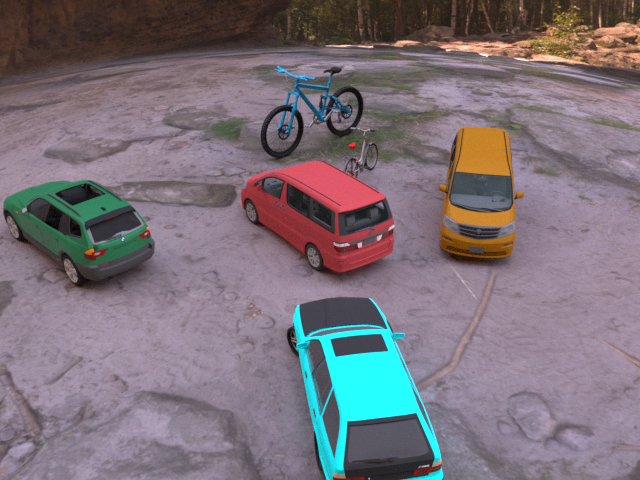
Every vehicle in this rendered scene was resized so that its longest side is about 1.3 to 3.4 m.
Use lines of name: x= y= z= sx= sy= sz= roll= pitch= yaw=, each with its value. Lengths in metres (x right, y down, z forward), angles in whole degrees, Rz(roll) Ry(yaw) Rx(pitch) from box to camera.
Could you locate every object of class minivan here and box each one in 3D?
minivan: x=-0.142 y=-0.578 z=11.211 sx=1.324 sy=1.197 sz=3.011 roll=-20 pitch=35 yaw=-30
minivan: x=2.664 y=-0.853 z=11.691 sx=1.324 sy=1.197 sz=3.011 roll=6 pitch=30 yaw=10

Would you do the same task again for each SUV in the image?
SUV: x=-3.826 y=-0.353 z=10.889 sx=3.058 sy=1.128 sz=1.276 roll=26 pitch=39 yaw=37

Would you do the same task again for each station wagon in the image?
station wagon: x=0.413 y=1.491 z=7.883 sx=1.327 sy=0.920 sz=3.105 roll=-5 pitch=30 yaw=-8

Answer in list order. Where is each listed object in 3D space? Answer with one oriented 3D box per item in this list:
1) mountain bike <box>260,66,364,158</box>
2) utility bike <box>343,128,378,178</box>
mountain bike: x=-0.113 y=-2.750 z=14.504 sx=2.857 sy=1.688 sz=1.114 roll=-25 pitch=38 yaw=-36
utility bike: x=0.727 y=-1.631 z=13.299 sx=0.535 sy=0.946 sz=1.435 roll=17 pitch=34 yaw=26
